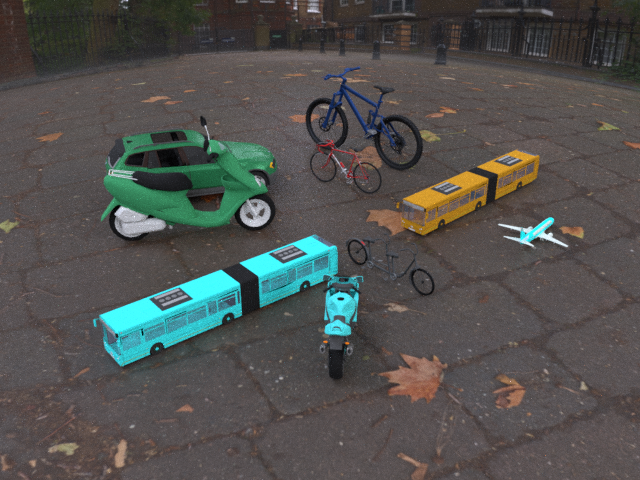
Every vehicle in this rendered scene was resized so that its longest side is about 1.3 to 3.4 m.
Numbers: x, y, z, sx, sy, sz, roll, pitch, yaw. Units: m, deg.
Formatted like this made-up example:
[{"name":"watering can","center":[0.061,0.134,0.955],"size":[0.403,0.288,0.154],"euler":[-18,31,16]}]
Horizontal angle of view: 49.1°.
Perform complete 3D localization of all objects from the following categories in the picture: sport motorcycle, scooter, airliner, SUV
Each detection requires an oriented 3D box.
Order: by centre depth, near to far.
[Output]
[{"name":"sport motorcycle","center":[0.243,0.981,8.422],"size":[0.506,0.821,1.520],"euler":[3,28,5]},{"name":"scooter","center":[-2.056,-0.868,10.864],"size":[2.721,1.786,1.288],"euler":[-5,28,-9]},{"name":"airliner","center":[3.436,-0.215,11.080],"size":[1.161,0.429,1.307],"euler":[22,35,35]},{"name":"SUV","center":[-2.283,-1.368,12.500],"size":[3.058,1.128,1.276],"euler":[-9,29,-16]}]

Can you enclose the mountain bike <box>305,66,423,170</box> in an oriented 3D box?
[{"name":"mountain bike","center":[0.824,-2.407,13.854],"size":[2.857,1.688,1.114],"euler":[21,35,34]}]

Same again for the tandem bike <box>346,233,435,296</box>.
[{"name":"tandem bike","center":[0.972,0.250,9.940],"size":[1.642,0.682,0.283],"euler":[25,37,39]}]

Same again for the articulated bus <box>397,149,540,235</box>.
[{"name":"articulated bus","center":[2.684,-0.891,12.209],"size":[3.401,0.561,0.605],"euler":[-24,36,-37]}]

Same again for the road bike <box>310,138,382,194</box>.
[{"name":"road bike","center":[0.453,-1.353,12.766],"size":[1.545,0.852,0.358],"euler":[17,33,29]}]

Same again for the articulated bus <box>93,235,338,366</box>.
[{"name":"articulated bus","center":[-1.210,0.711,9.205],"size":[3.401,0.561,0.605],"euler":[-21,34,-34]}]
